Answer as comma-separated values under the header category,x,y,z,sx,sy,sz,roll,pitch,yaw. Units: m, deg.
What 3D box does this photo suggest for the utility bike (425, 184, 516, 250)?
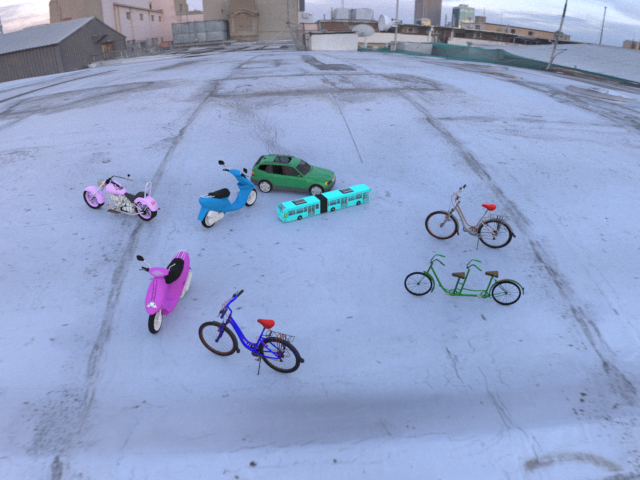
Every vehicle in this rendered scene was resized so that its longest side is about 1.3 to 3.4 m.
category,x,y,z,sx,sy,sz,roll,pitch,yaw
utility bike,2.352,-0.313,10.946,1.435,0.946,0.535,10,31,17

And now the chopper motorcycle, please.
category,x,y,z,sx,sy,sz,roll,pitch,yaw
chopper motorcycle,-3.433,-0.775,11.951,1.563,0.761,0.466,14,32,23

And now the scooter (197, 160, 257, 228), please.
category,x,y,z,sx,sy,sz,roll,pitch,yaw
scooter,-1.557,-0.804,11.842,0.662,0.919,1.399,21,35,32

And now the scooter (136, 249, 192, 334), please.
category,x,y,z,sx,sy,sz,roll,pitch,yaw
scooter,-2.049,0.550,9.449,0.662,0.919,1.399,6,30,10

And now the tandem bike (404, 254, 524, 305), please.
category,x,y,z,sx,sy,sz,roll,pitch,yaw
tandem bike,1.994,0.556,9.678,1.642,0.682,0.283,5,30,9

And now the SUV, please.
category,x,y,z,sx,sy,sz,roll,pitch,yaw
SUV,-0.498,-1.215,12.913,1.572,0.580,0.656,6,30,10

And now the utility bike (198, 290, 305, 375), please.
category,x,y,z,sx,sy,sz,roll,pitch,yaw
utility bike,-0.869,1.156,8.350,1.435,0.946,0.535,11,31,19

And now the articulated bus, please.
category,x,y,z,sx,sy,sz,roll,pitch,yaw
articulated bus,0.097,-0.653,12.215,1.749,0.289,0.311,-15,33,-25
